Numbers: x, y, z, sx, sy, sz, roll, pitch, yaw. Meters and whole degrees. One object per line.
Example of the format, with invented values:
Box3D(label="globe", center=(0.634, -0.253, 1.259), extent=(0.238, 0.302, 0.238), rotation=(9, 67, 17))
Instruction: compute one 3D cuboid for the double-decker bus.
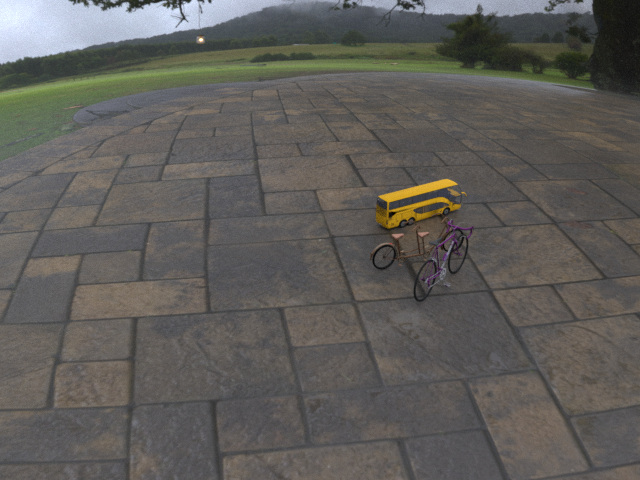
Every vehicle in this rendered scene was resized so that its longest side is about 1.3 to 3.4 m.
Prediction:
Box3D(label="double-decker bus", center=(1.694, -0.622, 11.745), extent=(1.672, 0.541, 0.389), rotation=(-16, 31, -28))

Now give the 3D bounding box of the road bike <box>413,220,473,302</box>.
Box3D(label="road bike", center=(1.701, 0.260, 9.673), extent=(0.358, 0.852, 1.545), rotation=(19, 33, 33))

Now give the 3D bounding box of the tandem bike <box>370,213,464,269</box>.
Box3D(label="tandem bike", center=(1.463, 0.008, 10.356), extent=(1.642, 0.682, 0.283), rotation=(-12, 29, -22))
